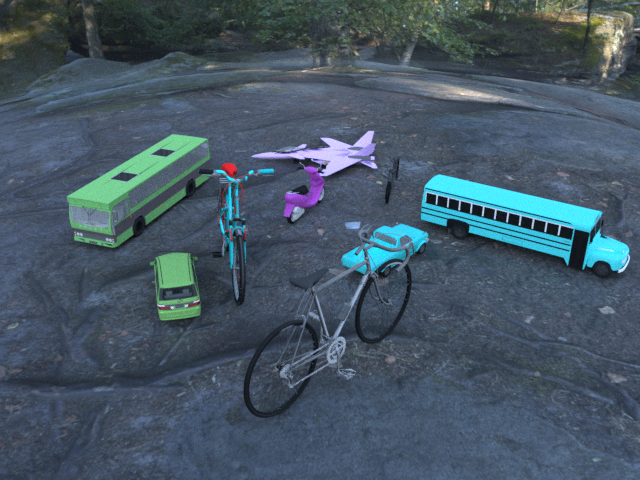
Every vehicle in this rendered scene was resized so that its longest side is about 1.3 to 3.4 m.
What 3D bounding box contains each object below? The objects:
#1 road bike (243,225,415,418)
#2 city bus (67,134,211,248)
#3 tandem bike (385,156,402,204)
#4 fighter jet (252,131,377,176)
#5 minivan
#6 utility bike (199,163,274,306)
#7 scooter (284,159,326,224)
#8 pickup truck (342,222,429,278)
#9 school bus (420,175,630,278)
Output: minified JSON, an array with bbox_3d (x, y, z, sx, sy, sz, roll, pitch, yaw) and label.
[{"bbox_3d":[0.207,0.885,8.212,0.697,1.656,3.004,23,35,36],"label":"road bike"},{"bbox_3d":[-3.087,-0.929,12.489,0.926,0.894,3.255,10,29,18],"label":"city bus"},{"bbox_3d":[1.395,-1.268,13.363,0.283,0.682,1.642,6,28,12],"label":"tandem bike"},{"bbox_3d":[-0.131,-1.904,14.710,2.640,0.557,2.229,1,28,1],"label":"fighter jet"},{"bbox_3d":[-2.055,0.545,9.979,0.681,0.616,1.548,-7,28,-12],"label":"minivan"},{"bbox_3d":[-1.231,-0.358,10.384,1.039,1.839,2.791,-6,28,-11],"label":"utility bike"},{"bbox_3d":[-0.254,-0.901,12.410,0.662,0.919,1.399,14,31,24],"label":"scooter"},{"bbox_3d":[1.042,0.110,10.921,0.640,0.511,1.603,22,35,36],"label":"pickup truck"},{"bbox_3d":[3.269,-0.274,11.294,3.322,0.844,0.709,17,32,29],"label":"school bus"}]
